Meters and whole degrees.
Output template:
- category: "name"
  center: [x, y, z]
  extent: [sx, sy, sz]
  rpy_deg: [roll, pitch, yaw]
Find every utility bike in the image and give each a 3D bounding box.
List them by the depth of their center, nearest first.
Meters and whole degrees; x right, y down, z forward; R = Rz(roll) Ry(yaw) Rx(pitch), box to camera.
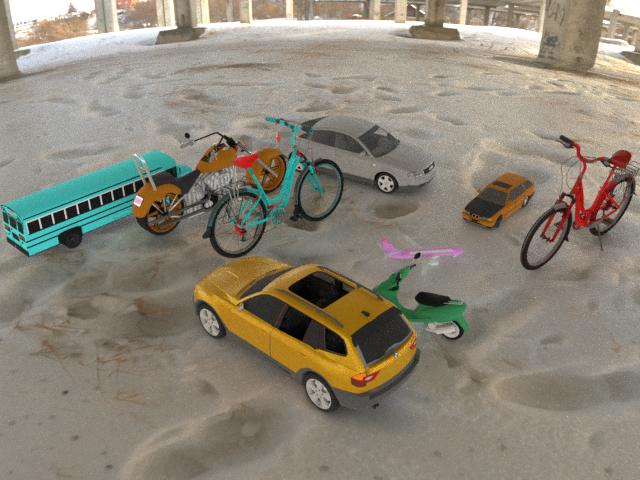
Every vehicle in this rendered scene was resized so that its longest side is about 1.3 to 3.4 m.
- category: "utility bike"
  center: [3.984, -0.589, 10.181]
  extent: [2.791, 1.839, 1.039]
  rpy_deg: [-21, 37, -32]
- category: "utility bike"
  center: [-0.716, -0.876, 10.669]
  extent: [2.791, 1.839, 1.039]
  rpy_deg: [-25, 39, -36]

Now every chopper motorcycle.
- category: "chopper motorcycle"
  center: [-1.724, -1.108, 11.417]
  extent: [0.906, 1.480, 3.040]
  rpy_deg: [26, 39, 37]

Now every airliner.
- category: "airliner"
  center: [1.524, 0.113, 10.378]
  extent: [1.307, 0.429, 1.161]
  rpy_deg: [-4, 31, -7]

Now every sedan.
- category: "sedan"
  center: [0.648, -1.701, 12.956]
  extent: [3.137, 0.940, 1.235]
  rpy_deg: [17, 34, 26]

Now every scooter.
- category: "scooter"
  center: [1.240, 0.725, 8.856]
  extent: [1.399, 0.919, 0.662]
  rpy_deg: [17, 35, 27]

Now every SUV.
- category: "SUV"
  center: [-0.252, 0.880, 8.387]
  extent: [3.058, 1.128, 1.276]
  rpy_deg: [26, 39, 36]

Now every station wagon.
- category: "station wagon"
  center: [3.003, -0.705, 11.724]
  extent: [0.682, 0.473, 1.597]
  rpy_deg: [24, 38, 34]

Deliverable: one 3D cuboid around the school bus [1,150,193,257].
- category: "school bus"
  center: [-3.389, -0.703, 11.355]
  extent: [0.709, 0.844, 3.322]
  rpy_deg: [25, 38, 35]
